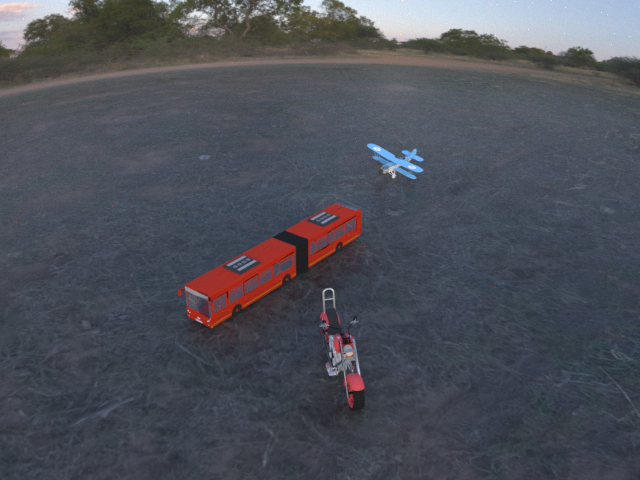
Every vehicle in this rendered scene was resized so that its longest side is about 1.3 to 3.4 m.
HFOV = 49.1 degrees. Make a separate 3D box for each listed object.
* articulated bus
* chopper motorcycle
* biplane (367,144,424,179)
[{"bbox_3d":[-0.565,0.266,10.204,0.605,0.561,3.401,20,34,33],"label":"articulated bus"},{"bbox_3d":[0.251,1.242,8.128,0.466,0.761,1.563,-6,28,-11],"label":"chopper motorcycle"},{"bbox_3d":[1.552,-1.515,13.665,1.336,0.504,1.090,25,36,39],"label":"biplane"}]
